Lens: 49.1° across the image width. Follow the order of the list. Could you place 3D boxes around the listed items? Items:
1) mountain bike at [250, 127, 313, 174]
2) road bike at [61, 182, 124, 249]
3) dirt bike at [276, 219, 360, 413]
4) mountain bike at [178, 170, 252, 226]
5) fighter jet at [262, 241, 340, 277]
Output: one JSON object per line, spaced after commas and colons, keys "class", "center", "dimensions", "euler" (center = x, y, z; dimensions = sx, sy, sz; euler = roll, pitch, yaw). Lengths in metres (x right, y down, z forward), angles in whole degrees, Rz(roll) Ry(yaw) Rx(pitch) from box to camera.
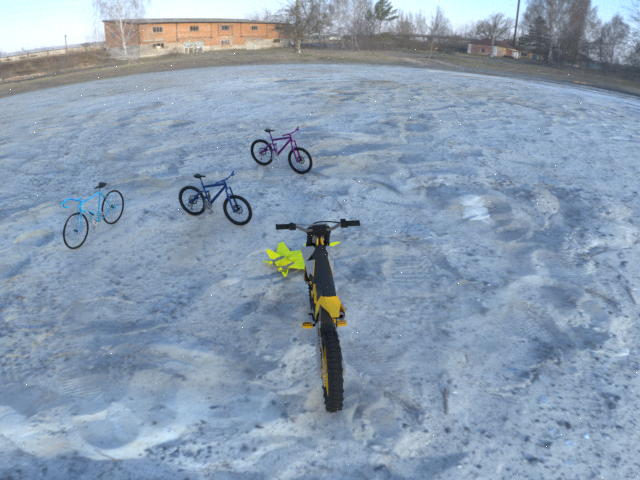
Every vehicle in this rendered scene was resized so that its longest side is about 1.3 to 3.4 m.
{"class": "mountain bike", "center": [-0.789, -1.816, 14.017], "dimensions": [1.469, 0.868, 0.573], "euler": [15, 32, 26]}
{"class": "road bike", "center": [-3.717, -0.465, 11.511], "dimensions": [0.358, 0.852, 1.545], "euler": [11, 30, 20]}
{"class": "dirt bike", "center": [0.011, 0.665, 8.537], "dimensions": [1.024, 1.666, 2.903], "euler": [-3, 28, -5]}
{"class": "mountain bike", "center": [-1.816, -0.730, 11.988], "dimensions": [1.469, 0.868, 0.573], "euler": [12, 31, 22]}
{"class": "fighter jet", "center": [-0.192, 0.155, 10.950], "dimensions": [1.358, 0.286, 1.147], "euler": [-21, 35, -34]}
